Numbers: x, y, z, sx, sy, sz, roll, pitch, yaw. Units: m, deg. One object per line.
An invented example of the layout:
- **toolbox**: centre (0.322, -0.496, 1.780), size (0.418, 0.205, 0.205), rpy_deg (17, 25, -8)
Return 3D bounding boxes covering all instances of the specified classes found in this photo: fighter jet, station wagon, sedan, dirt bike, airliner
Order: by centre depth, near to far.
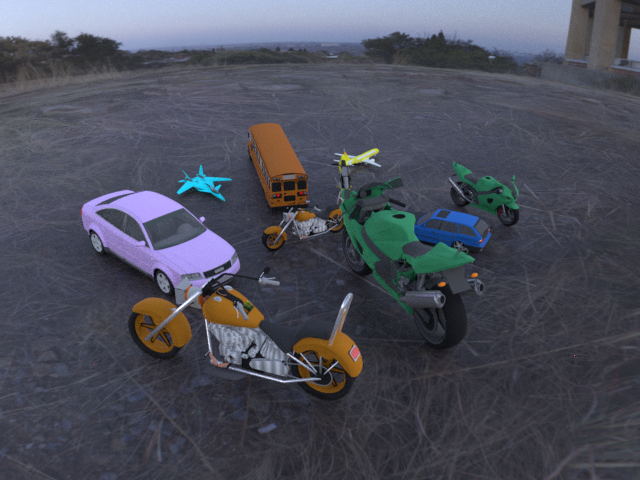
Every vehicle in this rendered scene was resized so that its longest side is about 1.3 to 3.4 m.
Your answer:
- **sedan**: centre (-2.525, -0.106, 10.848), size (3.137, 0.940, 1.235), rpy_deg (24, 36, 38)
- **station wagon**: centre (1.991, -0.231, 11.581), size (1.597, 0.473, 0.682), rpy_deg (14, 31, 24)
- **dirt bike**: centre (0.453, -1.059, 12.729), size (0.527, 0.857, 1.493), rpy_deg (-1, 28, -1)
- **fighter jet**: centre (-2.145, -1.055, 13.331), size (1.147, 0.286, 1.358), rpy_deg (-19, 33, -31)
- **airliner**: centre (0.865, -1.800, 14.581), size (1.161, 0.429, 1.307), rpy_deg (20, 34, 33)

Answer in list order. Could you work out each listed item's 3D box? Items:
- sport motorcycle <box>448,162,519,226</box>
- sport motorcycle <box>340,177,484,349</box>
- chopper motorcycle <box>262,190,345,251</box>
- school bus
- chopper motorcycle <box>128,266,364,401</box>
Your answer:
- **sport motorcycle**: centre (2.892, -0.819, 12.317), size (0.506, 0.821, 1.520), rpy_deg (-21, 34, -34)
- **sport motorcycle**: centre (1.074, 0.231, 9.513), size (0.983, 1.596, 2.955), rpy_deg (-14, 31, -24)
- **chopper motorcycle**: centre (-0.231, -0.324, 11.449), size (1.563, 0.761, 0.466), rpy_deg (-15, 31, -26)
- **school bus**: centre (-0.888, -1.517, 13.606), size (0.709, 0.844, 3.322), rpy_deg (-6, 29, -11)
- **chopper motorcycle**: centre (-0.953, 0.994, 8.203), size (3.040, 1.480, 0.906), rpy_deg (11, 30, 20)
